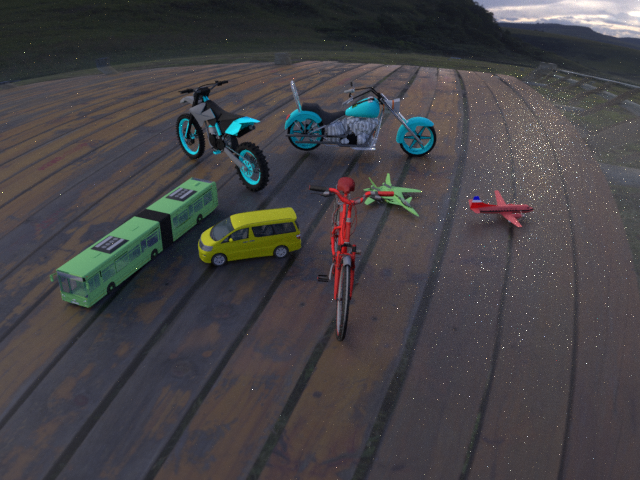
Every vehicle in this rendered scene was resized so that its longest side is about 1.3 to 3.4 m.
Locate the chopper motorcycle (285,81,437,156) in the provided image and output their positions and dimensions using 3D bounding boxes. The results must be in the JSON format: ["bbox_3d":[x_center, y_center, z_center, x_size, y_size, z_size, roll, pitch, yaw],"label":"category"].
[{"bbox_3d":[0.810,-2.410,13.922,3.040,1.480,0.906,2,29,3],"label":"chopper motorcycle"}]

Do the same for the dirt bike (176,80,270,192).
[{"bbox_3d":[-1.905,-2.000,12.995,1.024,1.666,2.903,-24,37,-36],"label":"dirt bike"}]

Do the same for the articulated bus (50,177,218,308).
[{"bbox_3d":[-2.648,-0.074,10.672,0.605,0.561,3.401,12,31,21],"label":"articulated bus"}]

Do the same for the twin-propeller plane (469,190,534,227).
[{"bbox_3d":[3.049,-0.562,11.707,1.095,0.407,1.370,-2,29,-3],"label":"twin-propeller plane"}]

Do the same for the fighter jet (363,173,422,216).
[{"bbox_3d":[1.346,-0.766,12.196,1.147,0.286,1.358,-14,32,-23],"label":"fighter jet"}]

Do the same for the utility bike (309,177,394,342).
[{"bbox_3d":[0.388,-0.028,9.277,1.039,1.839,2.791,0,29,0],"label":"utility bike"}]

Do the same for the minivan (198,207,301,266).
[{"bbox_3d":[-1.077,-0.072,10.613,1.548,0.616,0.681,-7,30,-13],"label":"minivan"}]
